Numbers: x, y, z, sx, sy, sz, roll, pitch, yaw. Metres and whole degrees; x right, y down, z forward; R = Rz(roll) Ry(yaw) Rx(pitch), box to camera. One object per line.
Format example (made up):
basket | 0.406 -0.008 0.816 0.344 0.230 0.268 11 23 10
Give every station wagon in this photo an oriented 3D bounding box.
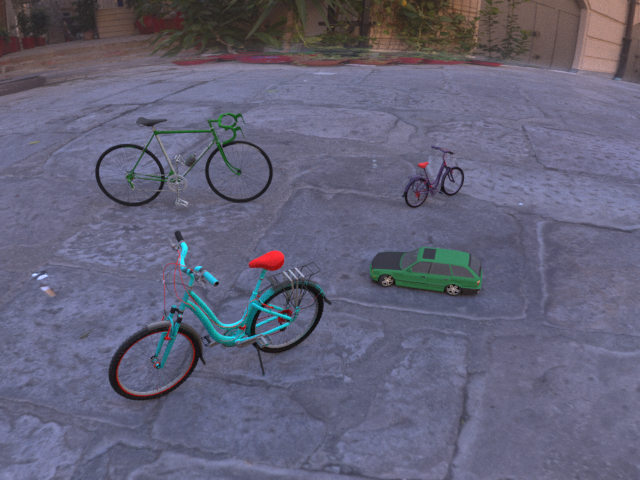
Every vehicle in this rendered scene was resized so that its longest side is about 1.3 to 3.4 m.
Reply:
station wagon | 1.509 0.388 9.993 1.597 0.473 0.682 7 30 12

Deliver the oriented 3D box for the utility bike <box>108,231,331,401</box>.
utility bike | -1.004 0.829 7.825 2.791 1.839 1.039 -17 33 -27

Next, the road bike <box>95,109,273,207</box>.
road bike | -2.312 -1.347 11.861 3.004 1.656 0.696 -2 30 -4

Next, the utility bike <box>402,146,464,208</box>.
utility bike | 1.963 -1.122 12.184 1.435 0.946 0.535 -18 34 -29
